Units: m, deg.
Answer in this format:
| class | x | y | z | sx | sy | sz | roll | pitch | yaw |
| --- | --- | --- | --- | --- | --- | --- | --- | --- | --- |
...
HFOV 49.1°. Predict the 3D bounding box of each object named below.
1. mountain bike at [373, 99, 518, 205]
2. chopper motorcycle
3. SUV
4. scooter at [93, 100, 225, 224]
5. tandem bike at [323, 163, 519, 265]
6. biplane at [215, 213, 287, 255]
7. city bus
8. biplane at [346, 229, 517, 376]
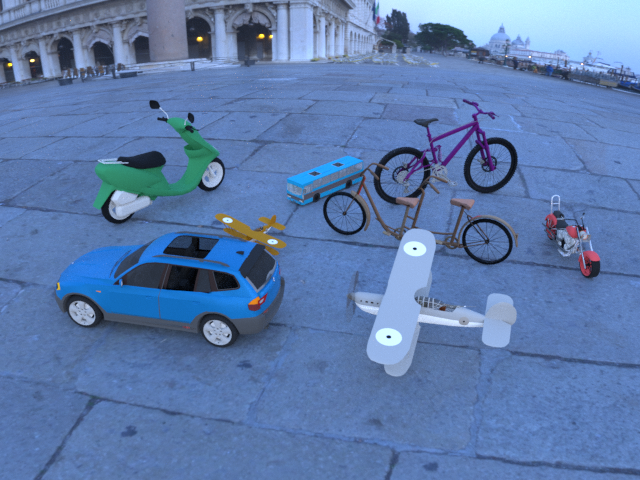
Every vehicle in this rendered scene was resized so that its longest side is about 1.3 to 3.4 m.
| class | x | y | z | sx | sy | sz | roll | pitch | yaw |
| --- | --- | --- | --- | --- | --- | --- | --- | --- | --- |
| mountain bike | 2.323 | -1.526 | 12.616 | 2.857 | 1.688 | 1.114 | -8 | 29 | -15 |
| chopper motorcycle | 3.905 | -0.069 | 10.826 | 0.466 | 0.761 | 1.563 | -4 | 28 | -8 |
| SUV | -2.005 | 0.513 | 9.313 | 3.058 | 1.128 | 1.276 | 6 | 28 | 12 |
| scooter | -2.779 | -1.402 | 12.271 | 1.288 | 1.786 | 2.721 | 24 | 36 | 38 |
| tandem bike | 1.500 | -0.435 | 10.916 | 3.192 | 1.326 | 0.550 | 12 | 30 | 22 |
| biplane | -1.005 | -0.086 | 11.135 | 1.336 | 0.504 | 1.090 | 17 | 32 | 29 |
| city bus | 0.115 | -1.117 | 13.159 | 0.476 | 0.460 | 1.674 | 24 | 36 | 38 |
| biplane | 1.346 | 0.898 | 8.734 | 2.120 | 0.981 | 2.598 | 8 | 29 | 14 |
